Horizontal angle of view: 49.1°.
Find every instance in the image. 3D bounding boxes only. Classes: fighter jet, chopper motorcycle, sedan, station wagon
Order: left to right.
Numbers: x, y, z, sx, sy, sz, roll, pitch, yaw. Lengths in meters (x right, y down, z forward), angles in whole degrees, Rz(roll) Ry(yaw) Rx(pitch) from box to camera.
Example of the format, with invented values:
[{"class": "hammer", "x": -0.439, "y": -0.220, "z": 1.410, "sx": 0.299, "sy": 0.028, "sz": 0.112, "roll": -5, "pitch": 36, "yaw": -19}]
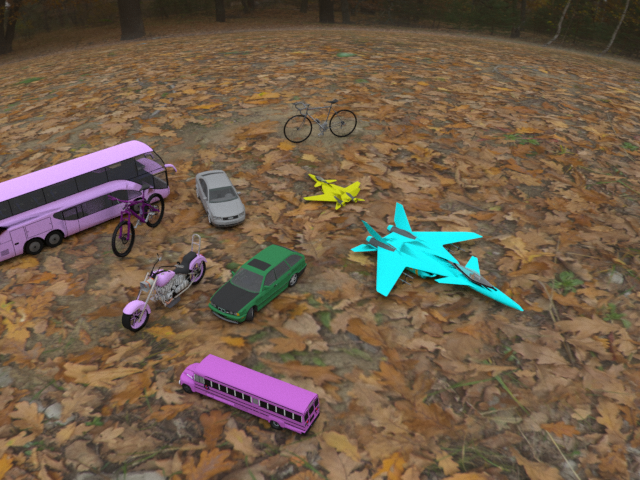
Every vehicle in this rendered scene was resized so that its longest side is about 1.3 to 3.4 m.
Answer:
[{"class": "chopper motorcycle", "x": -2.069, "y": 0.557, "z": 9.357, "sx": 0.466, "sy": 0.761, "sz": 1.563, "roll": 18, "pitch": 36, "yaw": 26}, {"class": "sedan", "x": -1.682, "y": -0.756, "z": 11.716, "sx": 0.635, "sy": 0.483, "sz": 1.613, "roll": -11, "pitch": 34, "yaw": -17}, {"class": "station wagon", "x": -0.850, "y": 0.546, "z": 9.645, "sx": 0.682, "sy": 0.473, "sz": 1.597, "roll": 20, "pitch": 37, "yaw": 28}, {"class": "fighter jet", "x": 0.157, "y": -0.973, "z": 12.248, "sx": 1.147, "sy": 0.286, "sz": 1.358, "roll": -19, "pitch": 37, "yaw": -27}, {"class": "fighter jet", "x": 1.781, "y": 0.285, "z": 9.984, "sx": 2.229, "sy": 0.557, "sz": 2.640, "roll": -27, "pitch": 41, "yaw": -36}]

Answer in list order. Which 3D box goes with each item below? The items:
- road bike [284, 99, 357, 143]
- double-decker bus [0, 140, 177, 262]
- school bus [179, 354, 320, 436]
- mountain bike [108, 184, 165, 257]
[{"class": "road bike", "x": 0.015, "y": -2.391, "z": 13.980, "sx": 1.545, "sy": 0.852, "sz": 0.358, "roll": -10, "pitch": 33, "yaw": -15}, {"class": "double-decker bus", "x": -3.837, "y": -0.696, "z": 11.085, "sx": 3.251, "sy": 1.052, "sz": 0.756, "roll": -27, "pitch": 41, "yaw": -36}, {"class": "school bus", "x": -0.835, "y": 1.691, "z": 7.853, "sx": 1.708, "sy": 0.434, "sz": 0.365, "roll": 15, "pitch": 35, "yaw": 23}, {"class": "mountain bike", "x": -2.795, "y": -0.377, "z": 10.748, "sx": 0.573, "sy": 0.868, "sz": 1.469, "roll": 10, "pitch": 33, "yaw": 16}]
